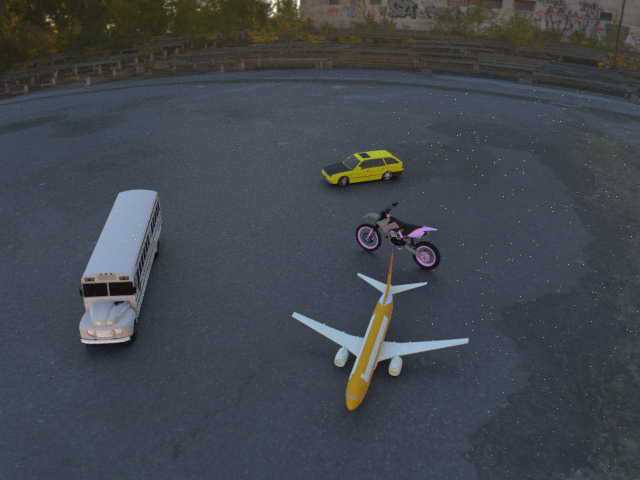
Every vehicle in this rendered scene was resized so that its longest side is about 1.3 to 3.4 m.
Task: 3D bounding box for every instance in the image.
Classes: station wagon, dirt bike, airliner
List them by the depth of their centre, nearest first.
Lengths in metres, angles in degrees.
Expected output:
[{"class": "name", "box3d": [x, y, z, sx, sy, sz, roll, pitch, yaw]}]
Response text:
[{"class": "airliner", "box3d": [0.661, 1.064, 8.547, 2.257, 0.835, 2.541, 7, 28, 14]}, {"class": "dirt bike", "box3d": [1.182, -0.072, 10.748, 1.493, 0.857, 0.527, 18, 32, 31]}, {"class": "station wagon", "box3d": [0.839, -1.455, 13.881, 1.597, 0.473, 0.682, -9, 28, -18]}]

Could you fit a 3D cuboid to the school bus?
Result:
[{"class": "school bus", "box3d": [-2.806, 0.296, 10.043, 0.709, 0.844, 3.322, -2, 27, -4]}]
